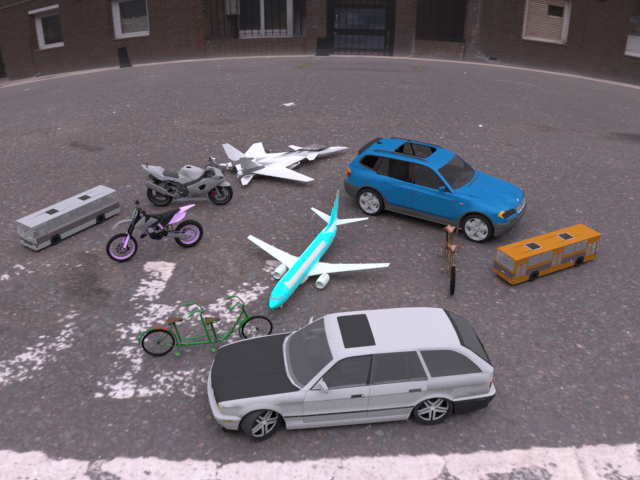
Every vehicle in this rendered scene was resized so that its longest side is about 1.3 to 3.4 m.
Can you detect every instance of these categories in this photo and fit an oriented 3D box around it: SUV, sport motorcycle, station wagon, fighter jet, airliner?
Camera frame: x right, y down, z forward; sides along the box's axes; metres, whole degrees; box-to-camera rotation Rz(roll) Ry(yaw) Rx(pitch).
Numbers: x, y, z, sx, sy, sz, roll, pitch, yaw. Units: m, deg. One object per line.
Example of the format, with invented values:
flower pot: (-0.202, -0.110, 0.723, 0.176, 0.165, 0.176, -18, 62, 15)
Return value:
SUV: (1.899, -0.936, 11.703, 3.058, 1.128, 1.276, 16, 32, 27)
sport motorcycle: (-2.276, -0.975, 12.093, 1.520, 0.821, 0.506, -1, 29, -2)
station wagon: (0.314, 1.365, 7.720, 3.105, 0.920, 1.327, -4, 29, -6)
fighter jet: (-0.564, -1.723, 13.733, 2.640, 0.557, 2.229, -16, 32, -26)
airliner: (-0.163, 0.117, 10.087, 2.257, 0.835, 2.541, 11, 31, 19)

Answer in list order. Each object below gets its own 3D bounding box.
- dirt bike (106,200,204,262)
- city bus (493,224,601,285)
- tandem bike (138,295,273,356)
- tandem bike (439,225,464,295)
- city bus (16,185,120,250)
dirt bike: (-2.494, -0.156, 10.561, 1.493, 0.857, 0.527, -13, 31, -23)
city bus: (3.347, 0.216, 10.296, 1.674, 0.460, 0.476, -14, 32, -24)
tandem bike: (-1.390, 1.055, 8.533, 1.642, 0.682, 0.283, -6, 29, -12)
tandem bike: (1.908, 0.153, 10.180, 0.283, 0.682, 1.642, 3, 29, 5)
city bus: (-4.047, -0.365, 11.356, 0.476, 0.460, 1.674, 19, 34, 30)
